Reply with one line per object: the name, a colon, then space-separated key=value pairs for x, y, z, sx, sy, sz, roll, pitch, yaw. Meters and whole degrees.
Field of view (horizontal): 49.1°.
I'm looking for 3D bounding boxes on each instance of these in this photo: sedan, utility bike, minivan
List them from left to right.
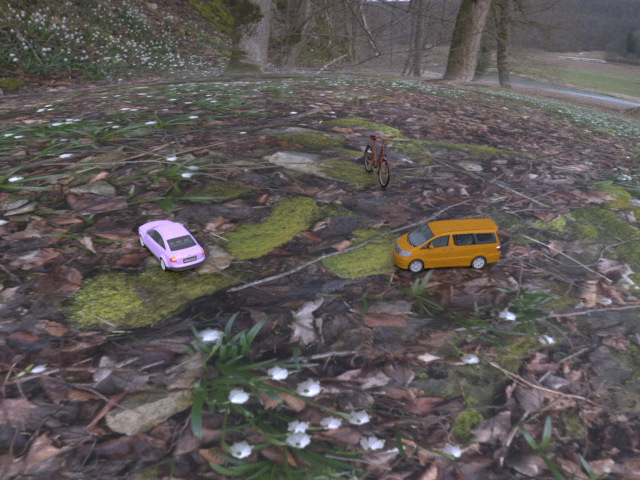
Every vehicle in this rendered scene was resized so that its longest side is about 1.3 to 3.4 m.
sedan: x=-2.283 y=-0.001 z=10.637 sx=0.635 sy=0.483 sz=1.613 roll=-15 pitch=30 yaw=-29
utility bike: x=1.141 y=-1.630 z=13.463 sx=0.535 sy=0.946 sz=1.435 roll=-7 pitch=27 yaw=-14
minivan: x=1.861 y=0.057 z=10.366 sx=1.548 sy=0.616 sz=0.681 roll=-3 pitch=26 yaw=-6
